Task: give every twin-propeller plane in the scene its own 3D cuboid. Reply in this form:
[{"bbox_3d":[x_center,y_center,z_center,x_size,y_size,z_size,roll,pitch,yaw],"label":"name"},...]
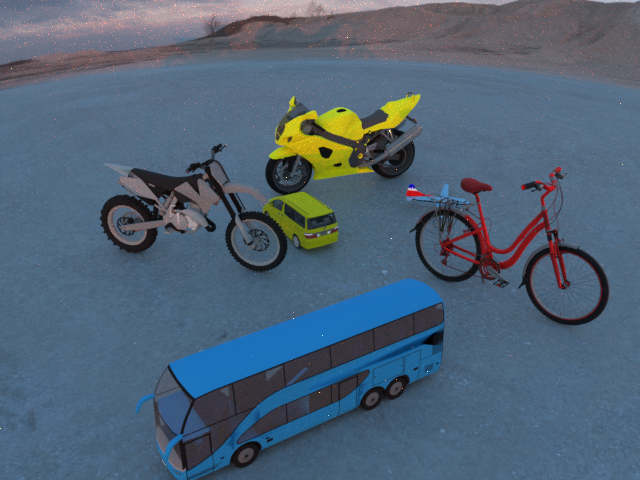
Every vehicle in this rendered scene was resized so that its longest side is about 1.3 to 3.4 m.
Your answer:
[{"bbox_3d":[1.978,-0.705,11.673,1.095,0.407,1.370,6,28,11],"label":"twin-propeller plane"}]

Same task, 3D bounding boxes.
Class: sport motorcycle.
[{"bbox_3d":[0.429,-1.711,12.319,2.955,1.596,0.983,-11,29,-20],"label":"sport motorcycle"}]

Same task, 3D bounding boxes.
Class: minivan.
[{"bbox_3d":[-0.335,-0.393,10.847,0.681,0.616,1.548,-15,31,-27],"label":"minivan"}]

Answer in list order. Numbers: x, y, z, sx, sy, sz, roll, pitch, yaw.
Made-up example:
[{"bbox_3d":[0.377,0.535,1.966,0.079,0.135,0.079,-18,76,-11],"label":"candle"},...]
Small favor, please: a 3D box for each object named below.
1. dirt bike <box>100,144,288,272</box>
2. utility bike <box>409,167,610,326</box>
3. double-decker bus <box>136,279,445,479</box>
[{"bbox_3d":[-1.832,-0.441,9.800,2.903,1.666,1.024,8,29,15],"label":"dirt bike"},{"bbox_3d":[2.398,-0.092,8.942,2.791,1.839,1.039,21,34,35],"label":"utility bike"},{"bbox_3d":[-0.156,1.344,7.035,3.251,1.052,0.756,-17,32,-29],"label":"double-decker bus"}]
